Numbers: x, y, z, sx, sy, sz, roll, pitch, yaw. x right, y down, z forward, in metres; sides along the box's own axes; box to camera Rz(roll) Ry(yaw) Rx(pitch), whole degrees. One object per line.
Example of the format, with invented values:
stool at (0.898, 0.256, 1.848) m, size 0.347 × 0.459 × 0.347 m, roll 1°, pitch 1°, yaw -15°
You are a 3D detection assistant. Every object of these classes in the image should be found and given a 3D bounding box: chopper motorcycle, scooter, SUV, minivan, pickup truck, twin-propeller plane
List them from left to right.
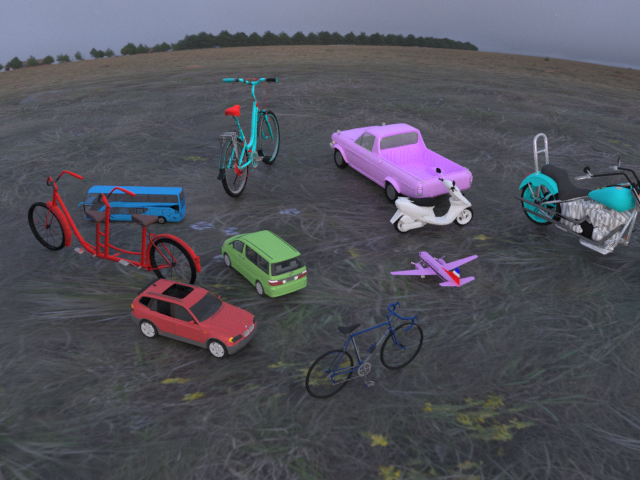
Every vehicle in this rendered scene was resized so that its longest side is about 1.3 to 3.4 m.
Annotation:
SUV at (-1.520, 0.888, 8.391) m, size 1.572 × 0.580 × 0.656 m, roll 12°, pitch 29°, yaw 22°
minivan at (-0.806, 0.228, 9.649) m, size 0.681 × 0.616 × 1.548 m, roll -17°, pitch 31°, yaw -30°
pickup truck at (1.368, -1.510, 12.645) m, size 1.244 × 0.993 × 3.117 m, roll -13°, pitch 30°, yaw -24°
scooter at (1.773, -0.575, 10.891) m, size 1.399 × 0.919 × 0.662 m, roll -7°, pitch 28°, yaw -14°
twin-propeller plane at (1.633, 0.355, 9.629) m, size 1.370 × 0.407 × 1.095 m, roll -10°, pitch 29°, yaw -19°
chopper motorcycle at (4.135, -0.462, 10.052) m, size 0.906 × 1.480 × 3.040 m, roll -17°, pitch 32°, yaw -30°

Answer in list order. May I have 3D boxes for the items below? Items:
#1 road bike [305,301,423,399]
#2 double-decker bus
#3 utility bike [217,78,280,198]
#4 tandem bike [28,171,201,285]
road bike at (0.510, 1.182, 7.515) m, size 1.545 × 0.852 × 0.358 m, roll -16°, pitch 31°, yaw -28°
double-decker bus at (-3.024, -0.578, 11.314) m, size 1.672 × 0.541 × 0.389 m, roll 1°, pitch 27°, yaw 3°
utility bike at (-1.347, -1.954, 12.584) m, size 1.039 × 1.839 × 2.791 m, roll 8°, pitch 28°, yaw 15°
tandem bike at (-2.949, -0.167, 9.641) m, size 3.192 × 1.326 × 0.550 m, roll 14°, pitch 30°, yaw 26°
